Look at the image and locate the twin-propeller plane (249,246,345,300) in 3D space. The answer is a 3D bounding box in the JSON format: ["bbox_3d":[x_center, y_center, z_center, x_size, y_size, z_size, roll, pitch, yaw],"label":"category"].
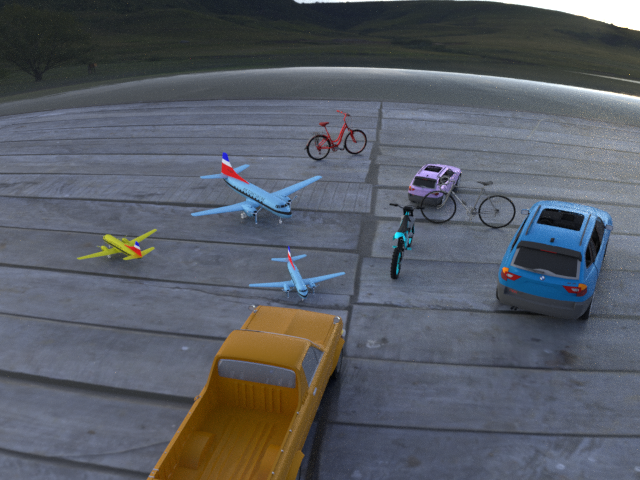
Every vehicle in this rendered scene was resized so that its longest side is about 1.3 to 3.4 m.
[{"bbox_3d":[-0.334,0.476,9.827,1.370,0.407,1.095,-7,28,-13],"label":"twin-propeller plane"}]

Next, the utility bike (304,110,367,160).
[{"bbox_3d":[0.310,-2.169,14.416,1.435,0.946,0.535,-12,29,-21],"label":"utility bike"}]

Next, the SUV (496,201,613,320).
[{"bbox_3d":[3.383,0.046,9.878,1.276,1.128,3.058,13,30,23],"label":"SUV"}]

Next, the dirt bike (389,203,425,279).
[{"bbox_3d":[1.240,-0.065,10.393,0.527,0.857,1.493,8,28,15],"label":"dirt bike"}]

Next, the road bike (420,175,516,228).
[{"bbox_3d":[2.428,-0.615,11.477,1.545,0.852,0.358,5,28,10],"label":"road bike"}]

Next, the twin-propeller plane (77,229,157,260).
[{"bbox_3d":[-3.014,0.060,10.643,1.095,0.407,1.370,24,35,38],"label":"twin-propeller plane"}]

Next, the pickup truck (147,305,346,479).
[{"bbox_3d":[-0.600,1.554,7.074,1.244,0.993,3.117,6,28,12],"label":"pickup truck"}]

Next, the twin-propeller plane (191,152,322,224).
[{"bbox_3d":[-1.141,-0.896,12.092,2.663,0.792,2.129,-20,33,-34],"label":"twin-propeller plane"}]

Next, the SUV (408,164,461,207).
[{"bbox_3d":[2.100,-1.097,12.718,0.656,0.580,1.572,13,30,23],"label":"SUV"}]
